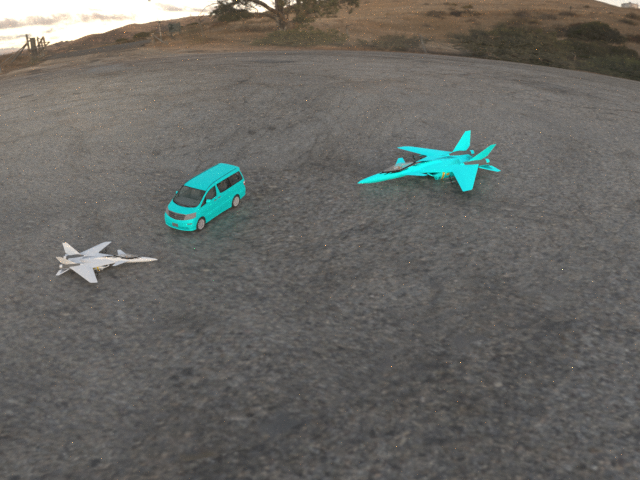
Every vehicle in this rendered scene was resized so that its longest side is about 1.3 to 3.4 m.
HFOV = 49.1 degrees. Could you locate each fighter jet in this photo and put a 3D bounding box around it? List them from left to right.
[{"bbox_3d":[-2.994,0.233,9.904,1.358,0.286,1.147,-3,29,-5],"label":"fighter jet"},{"bbox_3d":[1.856,-1.406,12.613,2.640,0.557,2.229,-12,31,-21],"label":"fighter jet"}]

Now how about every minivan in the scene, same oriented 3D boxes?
[{"bbox_3d":[-1.845,-0.697,11.259,0.681,0.616,1.548,15,32,25],"label":"minivan"}]
